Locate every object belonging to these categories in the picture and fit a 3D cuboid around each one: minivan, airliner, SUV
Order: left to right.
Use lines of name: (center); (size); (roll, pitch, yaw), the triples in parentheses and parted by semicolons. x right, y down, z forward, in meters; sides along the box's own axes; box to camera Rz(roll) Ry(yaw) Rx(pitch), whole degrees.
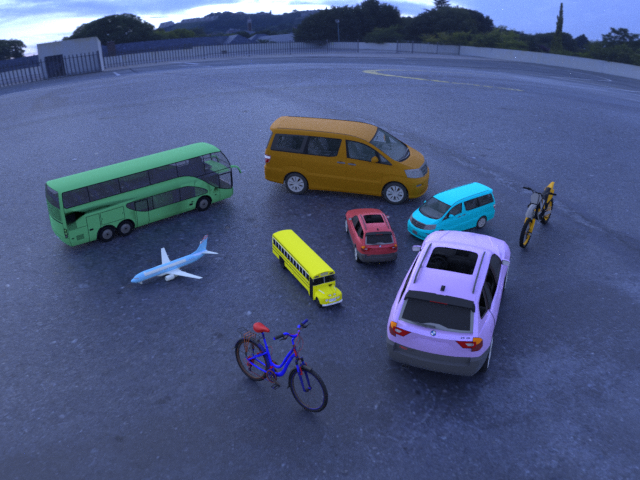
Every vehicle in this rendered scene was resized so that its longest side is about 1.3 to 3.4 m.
airliner: (-2.170, 0.293, 10.229); (1.307, 0.429, 1.161); (-20, 34, -34)
minivan: (0.511, -1.517, 12.867); (3.011, 1.197, 1.324); (7, 28, 12)
SUV: (0.795, -0.164, 10.943); (0.656, 0.580, 1.572); (-3, 28, -6)
minivan: (2.158, -0.465, 11.481); (1.548, 0.616, 0.681); (-17, 32, -29)
SUV: (1.722, 0.555, 8.973); (1.276, 1.128, 3.058); (9, 29, 17)

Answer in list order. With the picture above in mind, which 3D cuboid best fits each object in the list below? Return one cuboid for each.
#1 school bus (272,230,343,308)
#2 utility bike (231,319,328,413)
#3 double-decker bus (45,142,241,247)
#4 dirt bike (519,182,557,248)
school bus: (-0.198, 0.391, 10.037); (0.365, 0.434, 1.708); (-13, 30, -23)
utility bike: (-0.440, 1.287, 7.768); (1.435, 0.946, 0.535); (21, 34, 34)
double-decker bus: (-2.868, -0.832, 11.712); (3.251, 1.052, 0.756); (-21, 34, -35)
dirt bike: (3.510, -0.465, 11.220); (0.527, 0.857, 1.493); (17, 32, 29)
